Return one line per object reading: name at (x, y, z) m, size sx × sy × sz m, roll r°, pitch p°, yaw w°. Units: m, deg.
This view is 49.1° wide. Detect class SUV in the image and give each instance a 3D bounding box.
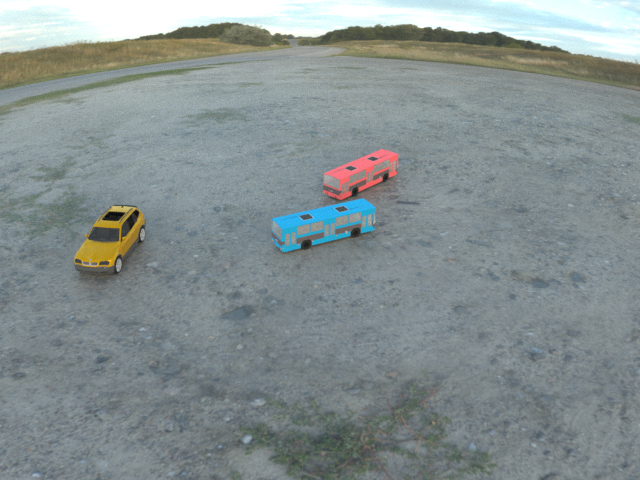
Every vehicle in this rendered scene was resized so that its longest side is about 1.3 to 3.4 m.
SUV at (-3.184, -0.036, 10.675) m, size 0.656 × 0.580 × 1.572 m, roll 4°, pitch 29°, yaw 7°

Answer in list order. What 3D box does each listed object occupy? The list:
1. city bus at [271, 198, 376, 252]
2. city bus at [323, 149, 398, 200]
city bus at (0.072, -0.225, 11.151) m, size 1.674 × 0.460 × 0.476 m, roll -14°, pitch 31°, yaw -24°
city bus at (0.776, -1.206, 12.963) m, size 0.476 × 0.460 × 1.674 m, roll 24°, pitch 37°, yaw 37°
